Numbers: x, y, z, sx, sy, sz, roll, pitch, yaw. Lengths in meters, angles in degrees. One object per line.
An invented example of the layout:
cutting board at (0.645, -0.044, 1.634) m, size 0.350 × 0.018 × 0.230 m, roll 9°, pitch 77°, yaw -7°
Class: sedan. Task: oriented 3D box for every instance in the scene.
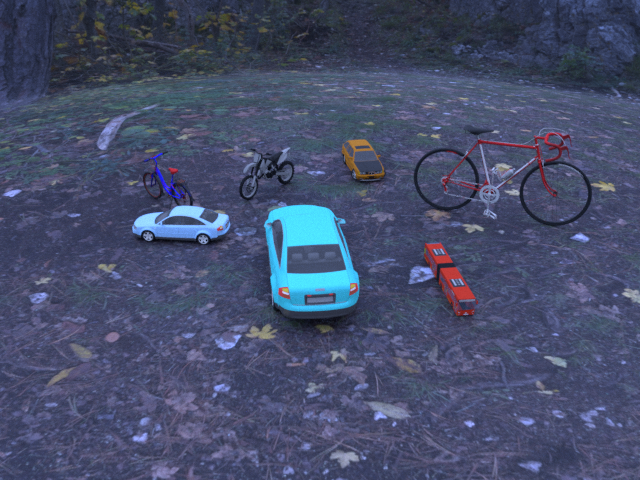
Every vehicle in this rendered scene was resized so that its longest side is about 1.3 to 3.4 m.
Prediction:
sedan at (-2.293, -0.285, 11.528) m, size 1.613 × 0.483 × 0.635 m, roll 3°, pitch 26°, yaw 6°
sedan at (-0.177, 0.097, 10.242) m, size 1.235 × 0.940 × 3.137 m, roll -3°, pitch 26°, yaw -6°

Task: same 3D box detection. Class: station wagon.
station wagon at (0.873, -1.668, 14.336) m, size 0.682 × 0.473 × 1.597 m, roll -4°, pitch 27°, yaw -9°

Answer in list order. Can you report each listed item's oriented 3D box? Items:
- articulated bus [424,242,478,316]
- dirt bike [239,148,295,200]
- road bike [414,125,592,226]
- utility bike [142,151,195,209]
articulated bus at (1.847, 0.528, 10.104) m, size 0.311 × 0.289 × 1.749 m, roll -3°, pitch 27°, yaw -7°
dirt bike at (-0.985, -1.311, 13.182) m, size 0.527 × 0.857 × 1.493 m, roll 20°, pitch 32°, yaw 34°
road bike at (3.083, -1.141, 11.937) m, size 3.004 × 1.656 × 0.697 m, roll 10°, pitch 28°, yaw 19°
utility bike at (-2.785, -1.046, 12.544) m, size 1.435 × 0.946 × 0.535 m, roll 21°, pitch 33°, yaw 35°
